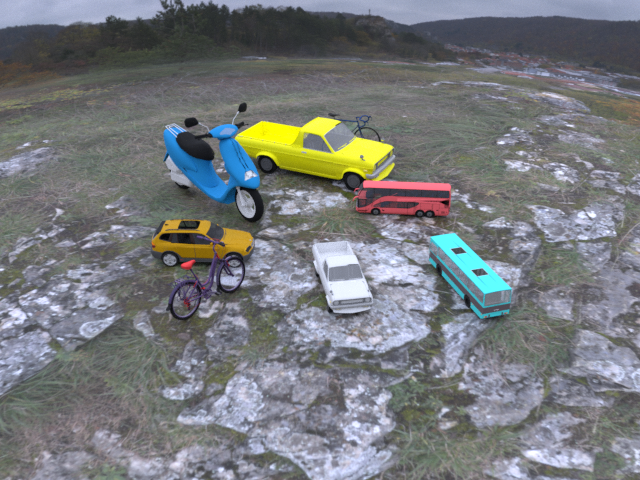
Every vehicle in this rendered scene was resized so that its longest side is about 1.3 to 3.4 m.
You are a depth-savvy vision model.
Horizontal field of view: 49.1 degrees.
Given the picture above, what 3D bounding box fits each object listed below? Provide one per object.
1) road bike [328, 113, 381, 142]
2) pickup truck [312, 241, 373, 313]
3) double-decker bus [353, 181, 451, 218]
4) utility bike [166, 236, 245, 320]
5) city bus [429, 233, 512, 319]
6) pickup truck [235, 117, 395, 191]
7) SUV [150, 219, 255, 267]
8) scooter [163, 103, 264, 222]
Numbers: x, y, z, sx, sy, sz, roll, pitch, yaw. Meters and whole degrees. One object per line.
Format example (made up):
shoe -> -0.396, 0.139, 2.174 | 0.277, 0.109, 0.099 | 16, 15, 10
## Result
road bike -> 0.510, -2.236, 14.586 | 1.545, 0.852, 0.358 | 8, 29, 15
pickup truck -> 0.296, 0.456, 9.946 | 0.640, 0.511, 1.603 | -5, 29, -9
double-decker bus -> 1.410, -0.716, 12.091 | 1.672, 0.541, 0.389 | 3, 28, 5
utility bike -> -1.574, 0.461, 9.478 | 0.535, 0.946, 1.435 | 21, 35, 34
city bus -> 2.085, 0.496, 9.925 | 0.476, 0.460, 1.674 | -8, 29, -15
pickup truck -> -0.117, -1.824, 13.671 | 3.117, 0.993, 1.244 | 13, 31, 23
SUV -> -1.789, 0.016, 10.691 | 1.572, 0.580, 0.656 | 1, 28, 2
scooter -> -1.920, -1.458, 12.155 | 2.721, 1.786, 1.288 | 25, 37, 38
